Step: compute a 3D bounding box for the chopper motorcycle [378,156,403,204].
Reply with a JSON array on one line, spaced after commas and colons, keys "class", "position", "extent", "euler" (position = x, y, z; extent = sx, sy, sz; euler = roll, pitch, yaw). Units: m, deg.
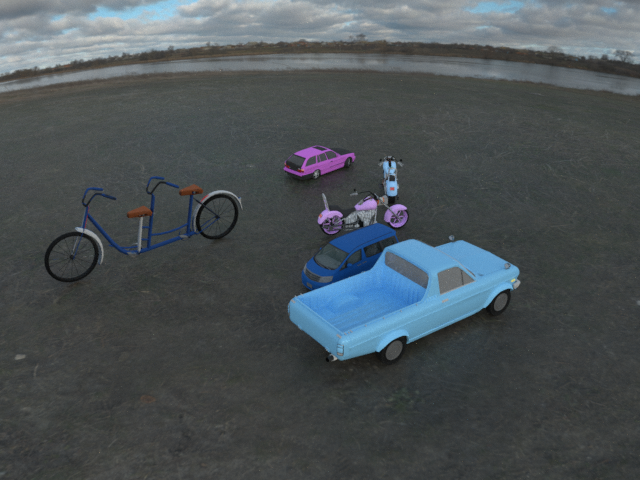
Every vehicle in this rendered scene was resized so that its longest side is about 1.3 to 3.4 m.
[{"class": "chopper motorcycle", "position": [1.291, -1.224, 12.958], "extent": [0.466, 0.761, 1.563], "euler": [1, 26, 1]}]

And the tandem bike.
[{"class": "tandem bike", "position": [-2.549, -0.313, 10.473], "extent": [3.192, 1.326, 0.550], "euler": [-18, 32, -33]}]

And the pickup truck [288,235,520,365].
[{"class": "pickup truck", "position": [1.148, 0.633, 8.930], "extent": [3.117, 0.993, 1.244], "euler": [-18, 31, -31]}]

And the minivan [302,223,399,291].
[{"class": "minivan", "position": [0.449, 0.267, 10.099], "extent": [1.548, 0.616, 0.681], "euler": [-20, 33, -35]}]

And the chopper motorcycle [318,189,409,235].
[{"class": "chopper motorcycle", "position": [0.722, -0.479, 11.447], "extent": [1.563, 0.761, 0.466], "euler": [-8, 27, -15]}]

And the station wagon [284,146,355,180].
[{"class": "station wagon", "position": [0.021, -1.636, 14.118], "extent": [0.682, 0.473, 1.597], "euler": [24, 35, 39]}]
